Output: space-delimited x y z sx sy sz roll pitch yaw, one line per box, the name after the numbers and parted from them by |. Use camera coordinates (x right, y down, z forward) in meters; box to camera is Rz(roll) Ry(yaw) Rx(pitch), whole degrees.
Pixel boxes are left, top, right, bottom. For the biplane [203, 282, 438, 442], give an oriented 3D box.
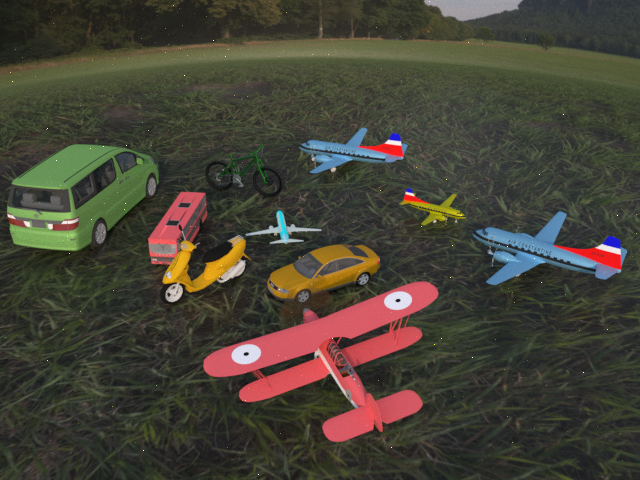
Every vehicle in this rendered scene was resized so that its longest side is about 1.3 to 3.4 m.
0.159 1.296 7.232 2.598 0.981 2.120 -10 29 -18 | biplane

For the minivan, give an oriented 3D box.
-3.655 -0.879 11.161 1.324 1.197 3.011 6 28 11 | minivan

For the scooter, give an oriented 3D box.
-1.520 0.261 9.279 1.399 0.919 0.662 -22 35 -35 | scooter

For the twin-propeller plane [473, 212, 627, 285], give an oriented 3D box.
3.123 0.069 9.784 2.129 0.792 2.663 19 33 32 | twin-propeller plane

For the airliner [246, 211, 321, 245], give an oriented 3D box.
-0.577 -0.268 10.820 1.161 0.429 1.307 -4 28 -7 | airliner

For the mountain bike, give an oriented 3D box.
-1.332 -1.202 12.133 1.469 0.868 0.573 9 29 16 | mountain bike

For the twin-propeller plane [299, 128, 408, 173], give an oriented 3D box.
0.565 -1.760 13.284 2.129 0.792 2.663 11 30 21 | twin-propeller plane

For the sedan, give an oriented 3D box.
0.056 0.394 9.494 1.613 0.483 0.635 -14 31 -25 | sedan

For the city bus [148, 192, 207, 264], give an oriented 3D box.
-2.125 -0.187 10.631 0.476 0.460 1.674 3 28 5 | city bus

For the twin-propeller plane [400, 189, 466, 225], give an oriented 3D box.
1.861 -0.556 11.395 1.095 0.407 1.370 16 31 27 | twin-propeller plane
